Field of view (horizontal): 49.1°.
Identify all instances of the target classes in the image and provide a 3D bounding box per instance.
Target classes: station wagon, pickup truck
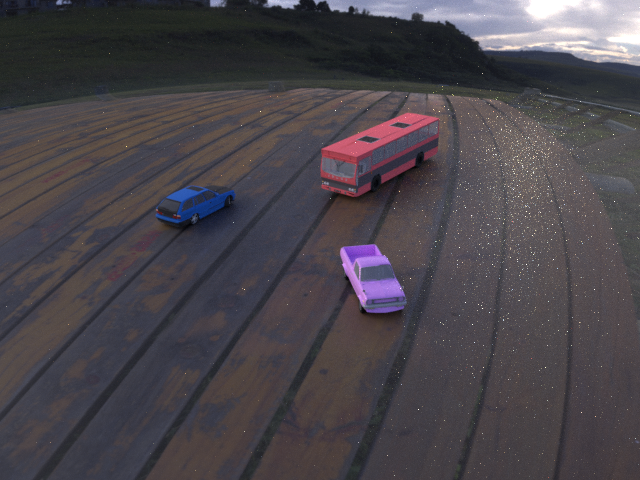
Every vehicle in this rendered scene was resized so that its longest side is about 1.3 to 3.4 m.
[{"bbox_3d":[-2.166,-0.703,12.389,0.682,0.473,1.597,15,29,29],"label":"station wagon"},{"bbox_3d":[0.721,0.472,9.849,0.640,0.511,1.603,-5,26,-10],"label":"pickup truck"}]

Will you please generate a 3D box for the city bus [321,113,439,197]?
[{"bbox_3d":[1.282,-1.737,14.093,0.926,0.894,3.255,17,30,32],"label":"city bus"}]
